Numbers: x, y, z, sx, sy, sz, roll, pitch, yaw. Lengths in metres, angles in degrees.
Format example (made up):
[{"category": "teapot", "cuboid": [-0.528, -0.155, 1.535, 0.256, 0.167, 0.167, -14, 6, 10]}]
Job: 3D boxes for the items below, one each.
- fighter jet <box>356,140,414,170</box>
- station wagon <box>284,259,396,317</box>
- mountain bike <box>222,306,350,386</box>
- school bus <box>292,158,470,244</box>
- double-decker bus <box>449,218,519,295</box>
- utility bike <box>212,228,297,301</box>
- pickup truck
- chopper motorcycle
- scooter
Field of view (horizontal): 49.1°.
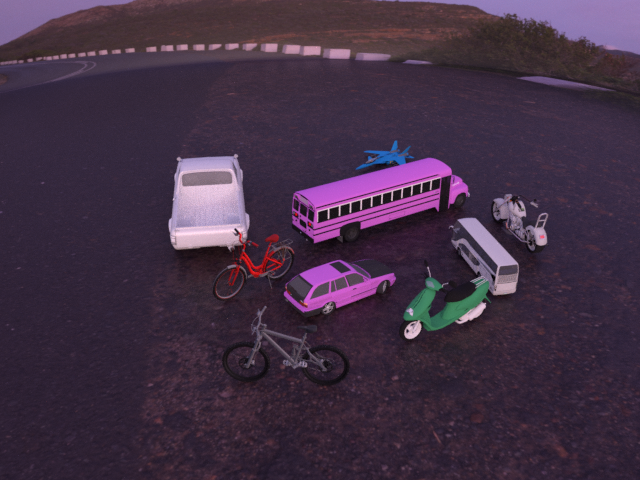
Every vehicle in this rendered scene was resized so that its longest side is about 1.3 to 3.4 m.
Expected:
[{"category": "fighter jet", "cuboid": [1.218, -1.664, 14.048, 1.358, 0.286, 1.147, -22, 35, -34]}, {"category": "station wagon", "cuboid": [0.305, 0.565, 9.687, 1.597, 0.473, 0.682, -17, 33, -29]}, {"category": "mountain bike", "cuboid": [-0.393, 1.278, 7.937, 1.469, 0.868, 0.573, 2, 28, 3]}, {"category": "school bus", "cuboid": [1.119, -0.710, 11.675, 3.322, 0.844, 0.709, -17, 32, -28]}, {"category": "double-decker bus", "cuboid": [2.389, 0.194, 10.308, 0.389, 0.541, 1.672, -6, 29, -11]}, {"category": "utility bike", "cuboid": [-0.858, 0.300, 9.682, 1.435, 0.946, 0.535, -21, 35, -34]}, {"category": "pickup truck", "cuboid": [-1.844, -0.749, 11.590, 1.244, 0.993, 3.117, -4, 28, -7]}, {"category": "chopper motorcycle", "cuboid": [3.159, -0.383, 11.152, 0.466, 0.761, 1.563, -7, 29, -12]}, {"category": "scooter", "cuboid": [1.613, 0.746, 8.876, 1.399, 0.919, 0.662, -14, 31, -24]}]
